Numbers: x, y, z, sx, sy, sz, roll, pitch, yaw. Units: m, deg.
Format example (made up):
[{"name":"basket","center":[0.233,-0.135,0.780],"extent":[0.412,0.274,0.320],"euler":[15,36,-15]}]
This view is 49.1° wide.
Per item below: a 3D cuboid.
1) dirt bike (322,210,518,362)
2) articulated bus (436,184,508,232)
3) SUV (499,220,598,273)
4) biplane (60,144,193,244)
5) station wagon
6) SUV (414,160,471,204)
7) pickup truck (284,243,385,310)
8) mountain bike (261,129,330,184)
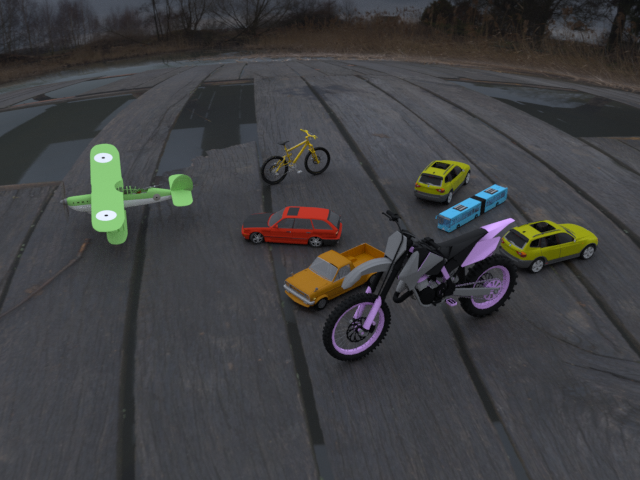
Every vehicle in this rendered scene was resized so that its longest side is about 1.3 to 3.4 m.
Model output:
[{"name":"dirt bike","center":[1.326,0.499,8.540],"extent":[2.903,1.666,1.024],"euler":[-14,32,-25]},{"name":"articulated bus","center":[2.611,-0.559,11.907],"extent":[0.311,0.289,1.749],"euler":[26,38,38]},{"name":"SUV","center":[3.469,0.012,10.560],"extent":[1.572,0.580,0.656],"euler":[-12,31,-21]},{"name":"biplane","center":[-3.129,-0.686,11.418],"extent":[2.120,0.981,2.598],"euler":[-8,30,-13]},{"name":"station wagon","center":[-0.454,-0.252,11.153],"extent":[1.597,0.473,0.682],"euler":[3,29,6]},{"name":"SUV","center":[2.238,-1.156,12.694],"extent":[0.656,0.580,1.572],"euler":[15,32,25]},{"name":"pickup truck","center":[0.265,0.438,9.854],"extent":[1.603,0.511,0.640],"euler":[-23,36,-35]},{"name":"mountain bike","center":[-0.444,-1.536,13.089],"extent":[1.469,0.868,0.573],"euler":[-15,32,-26]}]
